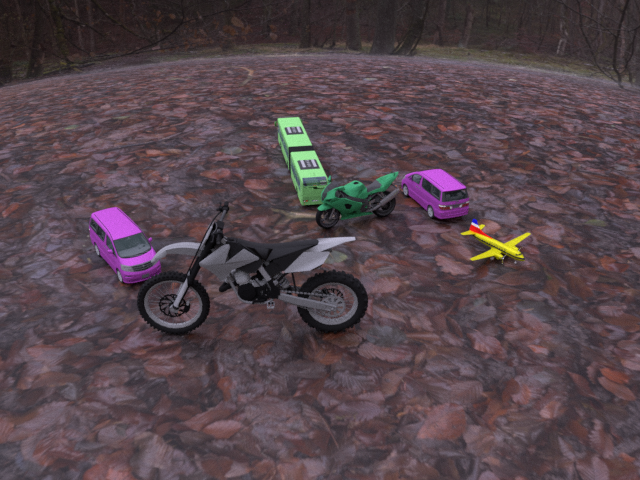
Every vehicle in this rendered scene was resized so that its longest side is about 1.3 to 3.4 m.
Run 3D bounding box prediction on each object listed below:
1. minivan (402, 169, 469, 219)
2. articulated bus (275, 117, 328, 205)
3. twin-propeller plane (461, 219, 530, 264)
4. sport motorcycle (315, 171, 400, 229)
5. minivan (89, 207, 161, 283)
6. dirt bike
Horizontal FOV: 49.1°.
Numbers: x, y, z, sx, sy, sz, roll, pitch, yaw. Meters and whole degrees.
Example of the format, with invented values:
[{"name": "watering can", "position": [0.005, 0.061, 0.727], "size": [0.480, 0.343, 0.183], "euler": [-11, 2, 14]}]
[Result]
[{"name": "minivan", "position": [1.987, -0.894, 12.225], "size": [0.681, 0.616, 1.548], "euler": [-10, 30, -18]}, {"name": "articulated bus", "position": [-0.379, -1.602, 13.575], "size": [0.605, 0.561, 3.401], "euler": [-5, 29, -9]}, {"name": "twin-propeller plane", "position": [2.712, 0.029, 10.754], "size": [1.370, 0.407, 1.095], "euler": [-20, 35, -32]}, {"name": "sport motorcycle", "position": [0.621, -0.671, 11.603], "size": [1.520, 0.821, 0.506], "euler": [-13, 31, -22]}, {"name": "minivan", "position": [-2.934, 0.068, 10.467], "size": [0.681, 0.616, 1.548], "euler": [-19, 34, -30]}, {"name": "dirt bike", "position": [-0.842, 0.471, 8.635], "size": [2.903, 1.666, 1.024], "euler": [-1, 29, -1]}]
